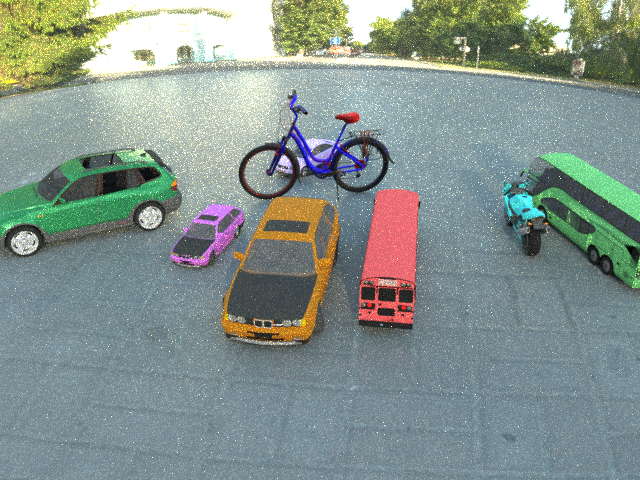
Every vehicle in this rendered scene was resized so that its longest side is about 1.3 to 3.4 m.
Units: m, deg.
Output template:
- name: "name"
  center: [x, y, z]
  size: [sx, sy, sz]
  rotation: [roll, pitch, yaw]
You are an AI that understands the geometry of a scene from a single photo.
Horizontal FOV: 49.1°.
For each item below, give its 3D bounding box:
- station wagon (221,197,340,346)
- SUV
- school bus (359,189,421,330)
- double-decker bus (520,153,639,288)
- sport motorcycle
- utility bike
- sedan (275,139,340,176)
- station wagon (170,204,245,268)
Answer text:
- name: "station wagon"
  center: [-0.449, 0.250, 9.389]
  size: [1.327, 0.920, 3.105]
  rotation: [4, 27, 7]
- name: "SUV"
  center: [-3.747, -0.686, 11.039]
  size: [3.058, 1.128, 1.276]
  rotation: [-13, 29, -25]
- name: "school bus"
  center: [1.020, 0.096, 9.784]
  size: [0.709, 0.844, 3.322]
  rotation: [4, 27, 7]
- name: "double-decker bus"
  center: [4.135, -0.424, 10.599]
  size: [0.756, 1.052, 3.251]
  rotation: [-6, 27, -12]
- name: "sport motorcycle"
  center: [3.115, -0.374, 10.756]
  size: [0.506, 0.821, 1.520]
  rotation: [-1, 26, -2]
- name: "utility bike"
  center: [-0.009, -1.552, 11.983]
  size: [2.791, 1.839, 1.039]
  rotation: [-6, 27, -11]
- name: "sedan"
  center: [-0.229, -1.672, 13.747]
  size: [0.635, 0.483, 1.613]
  rotation: [19, 32, 33]
- name: "station wagon"
  center: [-1.694, -0.114, 10.623]
  size: [0.682, 0.473, 1.597]
  rotation: [7, 27, 15]
